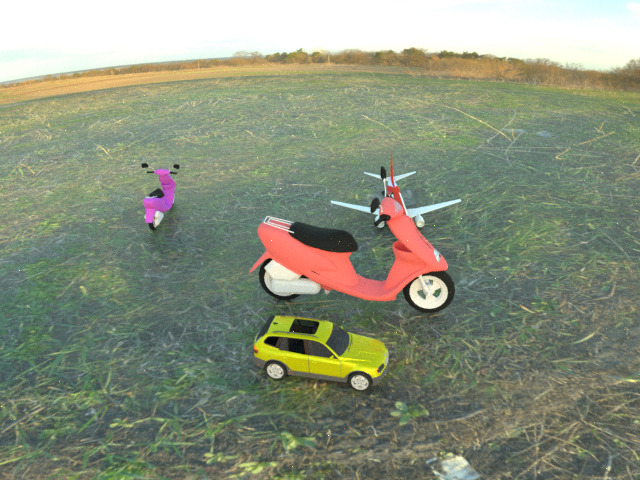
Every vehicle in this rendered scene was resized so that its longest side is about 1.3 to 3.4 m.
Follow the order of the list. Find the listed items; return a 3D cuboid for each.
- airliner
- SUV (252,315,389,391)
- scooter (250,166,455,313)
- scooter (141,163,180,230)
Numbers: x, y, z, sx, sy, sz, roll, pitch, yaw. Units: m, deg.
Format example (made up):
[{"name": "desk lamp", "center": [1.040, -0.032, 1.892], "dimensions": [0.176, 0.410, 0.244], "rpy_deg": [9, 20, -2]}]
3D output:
[{"name": "airliner", "center": [1.325, -0.719, 11.778], "dimensions": [2.257, 0.835, 2.541], "rpy_deg": [-1, 26, -2]}, {"name": "SUV", "center": [0.006, 1.245, 8.006], "dimensions": [1.572, 0.580, 0.656], "rpy_deg": [5, 26, 11]}, {"name": "scooter", "center": [0.412, 0.071, 9.048], "dimensions": [2.721, 1.786, 1.288], "rpy_deg": [4, 26, 9]}, {"name": "scooter", "center": [-2.705, -0.800, 11.848], "dimensions": [0.662, 0.919, 1.399], "rpy_deg": [2, 26, 5]}]
